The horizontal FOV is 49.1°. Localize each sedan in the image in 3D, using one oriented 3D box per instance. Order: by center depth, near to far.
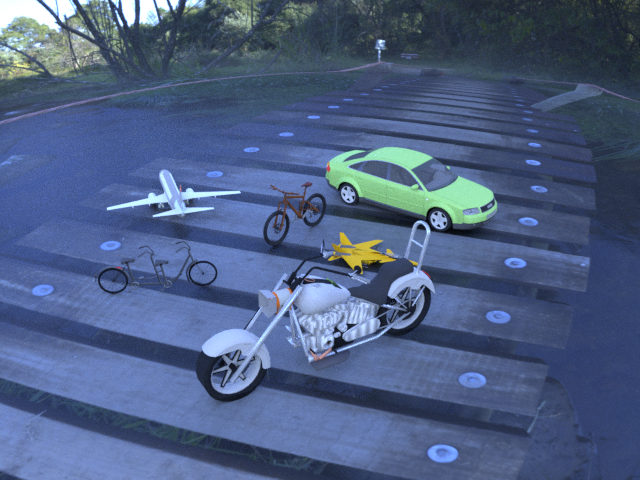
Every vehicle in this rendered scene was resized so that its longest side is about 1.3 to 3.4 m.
[{"bbox_3d":[1.536,-1.002,12.066,3.137,0.940,1.235,19,32,33],"label":"sedan"}]

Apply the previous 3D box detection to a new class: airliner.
[{"bbox_3d":[-2.561,-0.964,12.108,2.257,0.835,2.541,-9,27,-17],"label":"airliner"}]

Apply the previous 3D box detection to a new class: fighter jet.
[{"bbox_3d":[0.851,0.191,10.373,1.358,0.286,1.147,9,27,18],"label":"fighter jet"}]

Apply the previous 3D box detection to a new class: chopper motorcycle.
[{"bbox_3d":[0.043,0.757,7.863,3.040,1.480,0.906,-15,30,-28],"label":"chopper motorcycle"}]

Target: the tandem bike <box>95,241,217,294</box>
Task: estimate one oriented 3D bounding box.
[{"bbox_3d":[-2.232,0.384,9.531,1.642,0.682,0.283,-4,26,-9],"label":"tandem bike"}]

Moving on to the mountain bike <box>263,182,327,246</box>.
[{"bbox_3d":[-0.382,-0.477,11.075,0.573,0.868,1.469,20,32,35],"label":"mountain bike"}]
